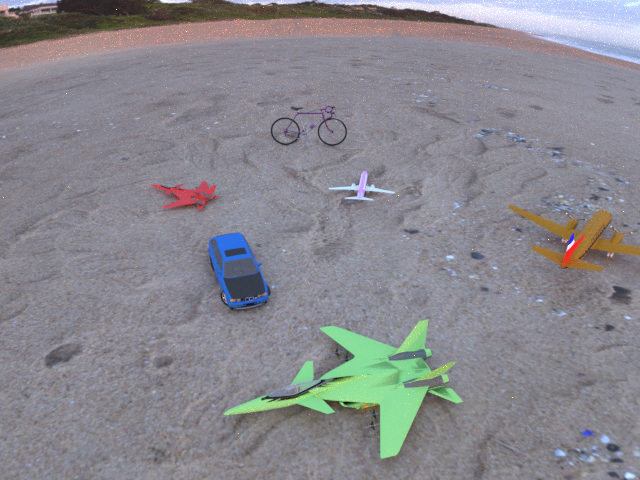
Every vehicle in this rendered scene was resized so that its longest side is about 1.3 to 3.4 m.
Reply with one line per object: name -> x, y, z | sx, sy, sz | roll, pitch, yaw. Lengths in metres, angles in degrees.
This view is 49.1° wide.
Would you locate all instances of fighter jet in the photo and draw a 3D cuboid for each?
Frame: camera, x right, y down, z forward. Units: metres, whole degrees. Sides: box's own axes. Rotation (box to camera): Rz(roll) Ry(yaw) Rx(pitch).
fighter jet -> 0.198, 1.584, 7.978 | 2.640, 0.557, 2.229 | -9, 32, -14
fighter jet -> -2.463, -0.894, 12.317 | 1.358, 0.286, 1.147 | 16, 35, 25

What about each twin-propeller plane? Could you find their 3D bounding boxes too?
twin-propeller plane -> 4.033, -0.113, 10.544 | 2.663, 0.792, 2.129 | 21, 37, 30

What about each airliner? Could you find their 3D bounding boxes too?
airliner -> 0.750, -1.025, 12.395 | 1.161, 0.429, 1.307 | 4, 32, 7

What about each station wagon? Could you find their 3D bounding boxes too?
station wagon -> -1.189, 0.386, 10.030 | 0.682, 0.473, 1.597 | -10, 33, -15

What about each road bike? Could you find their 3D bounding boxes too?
road bike -> -0.225, -2.299, 14.084 | 1.545, 0.852, 0.358 | 1, 31, 2
